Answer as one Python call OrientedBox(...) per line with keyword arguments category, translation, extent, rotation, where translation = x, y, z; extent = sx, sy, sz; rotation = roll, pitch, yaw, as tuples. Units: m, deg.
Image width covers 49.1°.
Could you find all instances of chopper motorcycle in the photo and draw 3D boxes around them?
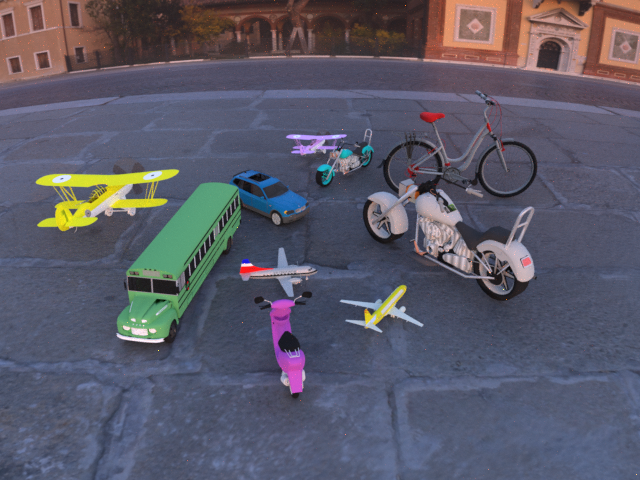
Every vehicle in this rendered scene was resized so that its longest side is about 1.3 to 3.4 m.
OrientedBox(category="chopper motorcycle", translation=(1.719, -0.243, 9.885), extent=(0.906, 1.480, 3.040), rotation=(-20, 34, -34))
OrientedBox(category="chopper motorcycle", translation=(0.477, -1.549, 13.141), extent=(0.466, 0.761, 1.563), rotation=(23, 35, 36))

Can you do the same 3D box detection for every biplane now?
OrientedBox(category="biplane", translation=(-3.554, -0.629, 11.155), extent=(2.598, 0.981, 2.120), rotation=(8, 29, 15))
OrientedBox(category="biplane", translation=(-0.156, -1.901, 14.086), extent=(1.336, 0.504, 1.090), rotation=(13, 30, 23))

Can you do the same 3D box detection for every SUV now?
OrientedBox(category="SUV", translation=(-0.885, -0.753, 11.821), extent=(1.572, 0.580, 0.656), rotation=(23, 35, 36))

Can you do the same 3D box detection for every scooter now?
OrientedBox(category="scooter", translation=(-0.382, 1.091, 7.950), extent=(0.662, 0.919, 1.399), rotation=(-5, 28, -10))

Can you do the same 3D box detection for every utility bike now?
OrientedBox(category="utility bike", translation=(2.398, -1.643, 12.161), extent=(2.791, 1.839, 1.039), rotation=(1, 28, 2))

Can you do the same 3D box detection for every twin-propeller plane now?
OrientedBox(category="twin-propeller plane", translation=(-0.573, 0.412, 9.792), extent=(1.095, 0.407, 1.370), rotation=(-4, 28, -7))

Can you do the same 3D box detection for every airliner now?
OrientedBox(category="airliner", translation=(0.850, 0.790, 9.048), extent=(1.161, 0.429, 1.307), rotation=(15, 31, 26))

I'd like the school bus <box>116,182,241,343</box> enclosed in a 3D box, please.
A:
OrientedBox(category="school bus", translation=(-1.872, 0.219, 9.688), extent=(0.709, 0.844, 3.322), rotation=(5, 28, 9))
